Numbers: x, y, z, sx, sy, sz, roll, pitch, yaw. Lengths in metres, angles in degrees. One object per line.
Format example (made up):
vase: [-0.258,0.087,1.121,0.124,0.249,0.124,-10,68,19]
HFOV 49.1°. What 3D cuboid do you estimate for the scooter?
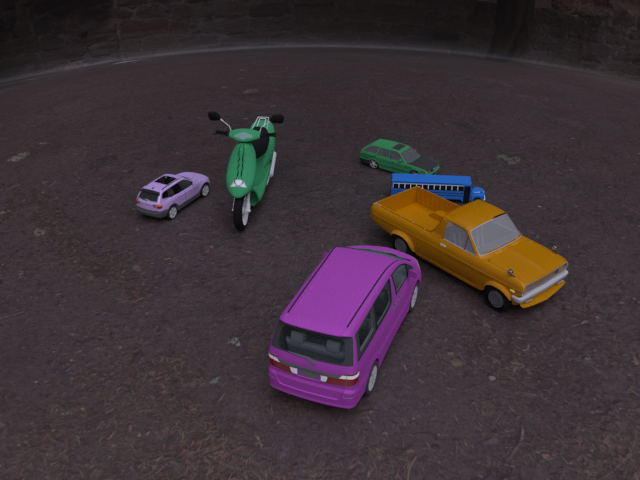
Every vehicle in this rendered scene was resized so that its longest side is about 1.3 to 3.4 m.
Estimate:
scooter: [-1.199,-1.491,12.315,1.288,1.786,2.721,3,31,6]

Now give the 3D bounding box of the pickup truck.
pickup truck: [2.183,-0.054,10.645,1.244,0.993,3.117,-22,37,-33]

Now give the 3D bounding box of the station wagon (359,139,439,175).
station wagon: [1.576,-1.617,13.831,1.597,0.473,0.682,20,36,31]

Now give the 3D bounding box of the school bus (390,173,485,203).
school bus: [2.140,-0.940,12.714,1.708,0.434,0.365,3,30,5]

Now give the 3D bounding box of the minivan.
minivan: [0.434,0.805,8.975,1.324,1.197,3.011,12,32,19]

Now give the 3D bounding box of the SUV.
SUV: [-2.605,-0.891,12.484,0.656,0.580,1.572,15,33,23]
